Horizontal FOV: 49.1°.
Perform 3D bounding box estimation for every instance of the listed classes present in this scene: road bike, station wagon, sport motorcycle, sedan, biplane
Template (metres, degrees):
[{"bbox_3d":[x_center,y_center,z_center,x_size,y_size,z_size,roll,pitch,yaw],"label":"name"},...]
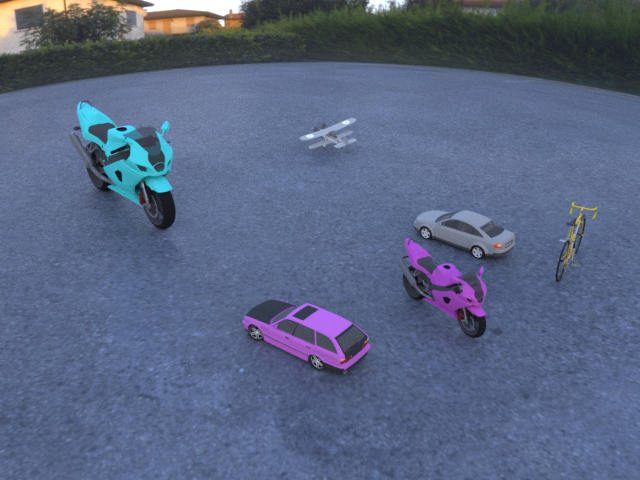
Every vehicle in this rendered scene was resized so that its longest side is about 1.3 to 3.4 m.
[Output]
[{"bbox_3d":[3.580,-0.006,9.911,0.358,0.852,1.545,16,31,27],"label":"road bike"},{"bbox_3d":[-0.196,1.041,8.291,1.597,0.473,0.682,19,33,33],"label":"station wagon"},{"bbox_3d":[-3.234,-1.283,11.576,0.983,1.596,2.955,-21,34,-35],"label":"sport motorcycle"},{"bbox_3d":[1.545,0.591,8.786,0.506,0.821,1.520,-16,31,-29],"label":"sport motorcycle"},{"bbox_3d":[2.172,-0.179,10.648,1.613,0.483,0.635,23,35,37],"label":"sedan"},{"bbox_3d":[0.259,-2.090,14.335,1.336,0.504,1.090,-16,31,-28],"label":"biplane"}]
